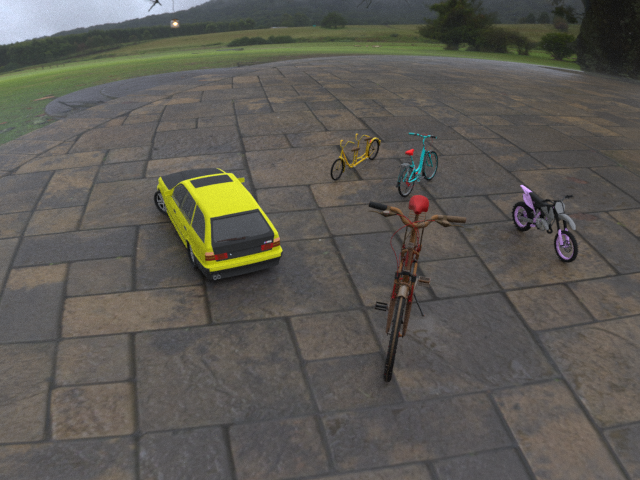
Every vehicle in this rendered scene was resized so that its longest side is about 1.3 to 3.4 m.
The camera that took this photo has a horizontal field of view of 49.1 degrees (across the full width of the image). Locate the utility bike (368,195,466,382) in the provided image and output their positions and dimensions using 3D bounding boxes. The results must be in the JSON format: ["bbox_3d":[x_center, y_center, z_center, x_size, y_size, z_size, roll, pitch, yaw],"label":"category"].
[{"bbox_3d":[1.103,0.286,8.172,1.039,1.839,2.791,6,29,10],"label":"utility bike"}]

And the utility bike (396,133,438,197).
[{"bbox_3d":[1.653,-1.339,12.057,0.535,0.946,1.435,19,34,31],"label":"utility bike"}]

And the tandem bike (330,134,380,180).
[{"bbox_3d":[0.674,-1.617,12.837,0.283,0.682,1.642,19,34,31],"label":"tandem bike"}]

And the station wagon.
[{"bbox_3d":[-1.624,-0.508,10.571,1.327,0.920,3.105,-12,31,-21],"label":"station wagon"}]

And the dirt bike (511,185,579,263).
[{"bbox_3d":[3.309,-0.304,10.265,0.527,0.857,1.493,-11,31,-19],"label":"dirt bike"}]
